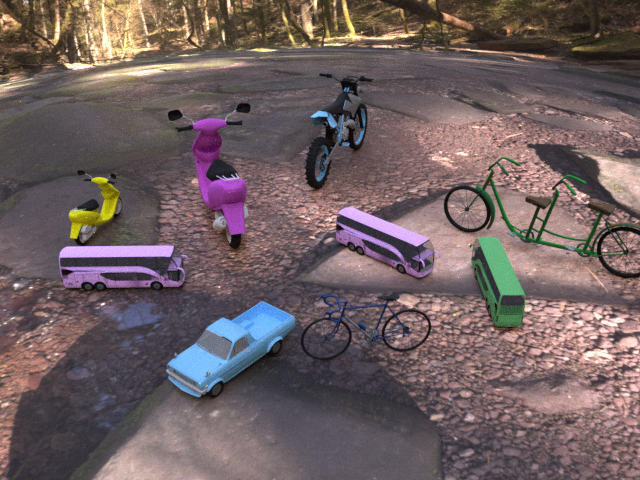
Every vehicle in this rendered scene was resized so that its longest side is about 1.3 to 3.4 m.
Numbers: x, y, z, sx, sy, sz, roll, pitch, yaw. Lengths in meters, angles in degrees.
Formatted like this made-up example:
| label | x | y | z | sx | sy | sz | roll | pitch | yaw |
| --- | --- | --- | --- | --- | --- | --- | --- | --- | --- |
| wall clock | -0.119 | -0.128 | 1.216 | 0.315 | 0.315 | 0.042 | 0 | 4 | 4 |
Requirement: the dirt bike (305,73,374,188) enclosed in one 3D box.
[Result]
| label | x | y | z | sx | sy | sz | roll | pitch | yaw |
| --- | --- | --- | --- | --- | --- | --- | --- | --- | --- |
| dirt bike | 0.349 | -2.131 | 12.878 | 1.024 | 1.666 | 2.903 | 11 | 31 | 20 |

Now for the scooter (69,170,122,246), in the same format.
| label | x | y | z | sx | sy | sz | roll | pitch | yaw |
| --- | --- | --- | --- | --- | --- | --- | --- | --- | --- |
| scooter | -3.455 | -0.561 | 10.783 | 0.662 | 0.919 | 1.399 | 7 | 29 | 13 |

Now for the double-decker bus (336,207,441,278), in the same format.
| label | x | y | z | sx | sy | sz | roll | pitch | yaw |
| --- | --- | --- | --- | --- | --- | --- | --- | --- | --- |
| double-decker bus | 0.935 | 0.033 | 10.090 | 1.672 | 0.541 | 0.389 | 25 | 37 | 37 |

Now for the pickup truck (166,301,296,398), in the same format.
| label | x | y | z | sx | sy | sz | roll | pitch | yaw |
| --- | --- | --- | --- | --- | --- | --- | --- | --- | --- |
| pickup truck | -0.988 | 1.180 | 8.021 | 0.640 | 0.511 | 1.603 | 21 | 35 | 33 |

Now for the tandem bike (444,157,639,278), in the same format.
| label | x | y | z | sx | sy | sz | roll | pitch | yaw |
| --- | --- | --- | --- | --- | --- | --- | --- | --- | --- |
| tandem bike | 3.252 | -0.377 | 10.022 | 3.192 | 1.326 | 0.550 | 18 | 33 | 30 |

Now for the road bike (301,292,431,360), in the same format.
| label | x | y | z | sx | sy | sz | roll | pitch | yaw |
| --- | --- | --- | --- | --- | --- | --- | --- | --- | --- |
| road bike | 0.541 | 0.983 | 8.027 | 1.545 | 0.852 | 0.358 | -5 | 29 | -9 |

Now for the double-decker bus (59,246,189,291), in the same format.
| label | x | y | z | sx | sy | sz | roll | pitch | yaw |
| --- | --- | --- | --- | --- | --- | --- | --- | --- | --- |
| double-decker bus | -2.638 | 0.371 | 9.471 | 1.672 | 0.541 | 0.389 | -1 | 29 | -1 |

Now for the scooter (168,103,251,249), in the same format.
| label | x | y | z | sx | sy | sz | roll | pitch | yaw |
| --- | --- | --- | --- | --- | --- | --- | --- | --- | --- |
| scooter | -1.596 | -1.117 | 10.897 | 1.288 | 1.786 | 2.721 | -9 | 30 | -16 |

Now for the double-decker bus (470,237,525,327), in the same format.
| label | x | y | z | sx | sy | sz | roll | pitch | yaw |
| --- | --- | --- | --- | --- | --- | --- | --- | --- | --- |
| double-decker bus | 2.322 | 0.498 | 9.238 | 0.389 | 0.541 | 1.672 | 0 | 29 | 0 |
